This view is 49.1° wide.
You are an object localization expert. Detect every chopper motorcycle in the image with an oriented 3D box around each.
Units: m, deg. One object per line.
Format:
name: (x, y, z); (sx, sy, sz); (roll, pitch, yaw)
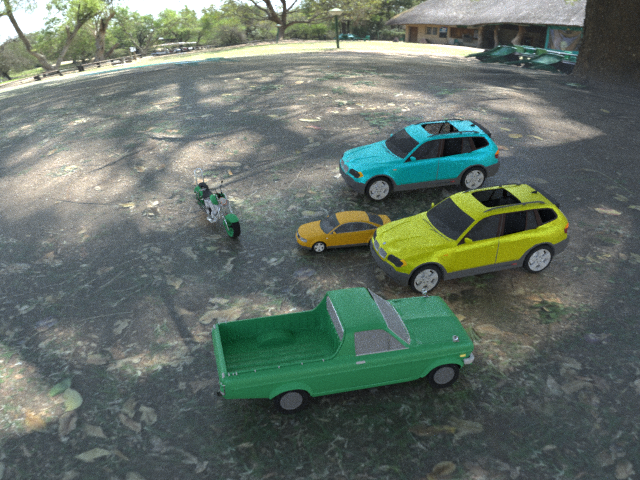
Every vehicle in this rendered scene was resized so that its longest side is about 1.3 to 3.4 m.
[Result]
chopper motorcycle: (-1.777, -0.637, 11.973); (0.466, 0.761, 1.563); (-17, 34, -28)

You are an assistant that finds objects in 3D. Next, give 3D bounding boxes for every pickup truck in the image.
pickup truck: (0.267, 1.212, 8.461); (3.117, 0.993, 1.244); (-7, 30, -12)

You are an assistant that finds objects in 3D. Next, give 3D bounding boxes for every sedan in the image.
sedan: (0.404, -0.181, 11.448); (1.613, 0.483, 0.635); (-5, 30, -9)

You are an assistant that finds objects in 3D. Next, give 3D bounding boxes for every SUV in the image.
SUV: (2.295, -0.121, 10.686); (3.058, 1.128, 1.276); (-9, 31, -15)
SUV: (1.890, -1.588, 13.286); (3.058, 1.128, 1.276); (-7, 30, -12)
